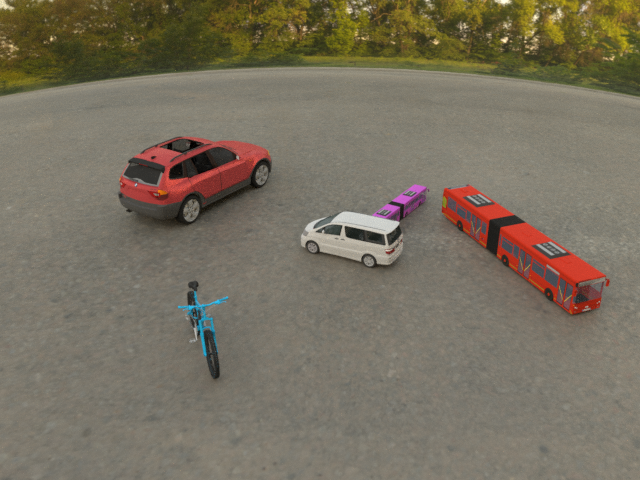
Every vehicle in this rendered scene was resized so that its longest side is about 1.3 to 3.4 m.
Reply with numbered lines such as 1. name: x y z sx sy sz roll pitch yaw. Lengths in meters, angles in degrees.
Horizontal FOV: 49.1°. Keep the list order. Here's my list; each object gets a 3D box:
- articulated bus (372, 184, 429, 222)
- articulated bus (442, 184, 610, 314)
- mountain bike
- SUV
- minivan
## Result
1. articulated bus: 1.318 -0.521 11.794 0.311 0.289 1.749 17 32 29
2. articulated bus: 2.885 0.022 10.437 0.605 0.561 3.401 -10 29 -19
3. mountain bike: -1.402 0.967 8.262 0.573 0.868 1.469 -10 29 -19
4. SUV: -2.117 -1.258 12.310 1.276 1.128 3.058 17 32 30
5. minivan: 0.461 -0.073 10.563 1.548 0.616 0.681 13 30 24
